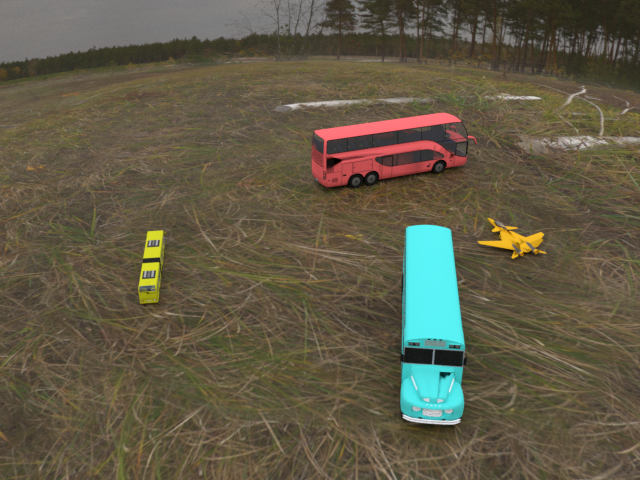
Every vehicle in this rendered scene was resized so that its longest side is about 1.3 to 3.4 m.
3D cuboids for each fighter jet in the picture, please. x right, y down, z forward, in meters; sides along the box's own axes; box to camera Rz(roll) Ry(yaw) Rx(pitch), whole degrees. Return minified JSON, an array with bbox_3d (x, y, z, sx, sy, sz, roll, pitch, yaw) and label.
[{"bbox_3d":[3.020,-0.143,11.223,1.147,0.286,1.358,-8,29,-14],"label":"fighter jet"}]

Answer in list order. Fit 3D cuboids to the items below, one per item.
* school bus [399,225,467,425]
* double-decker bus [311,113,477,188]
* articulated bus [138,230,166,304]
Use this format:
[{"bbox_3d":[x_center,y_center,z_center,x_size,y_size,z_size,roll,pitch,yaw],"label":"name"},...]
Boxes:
[{"bbox_3d":[1.352,0.912,8.636,0.709,0.844,3.322,3,28,6],"label":"school bus"},{"bbox_3d":[1.421,-1.742,13.424,3.251,1.052,0.756,-11,30,-20],"label":"double-decker bus"},{"bbox_3d":[-2.453,0.363,10.266,0.311,0.289,1.749,-4,28,-7],"label":"articulated bus"}]
